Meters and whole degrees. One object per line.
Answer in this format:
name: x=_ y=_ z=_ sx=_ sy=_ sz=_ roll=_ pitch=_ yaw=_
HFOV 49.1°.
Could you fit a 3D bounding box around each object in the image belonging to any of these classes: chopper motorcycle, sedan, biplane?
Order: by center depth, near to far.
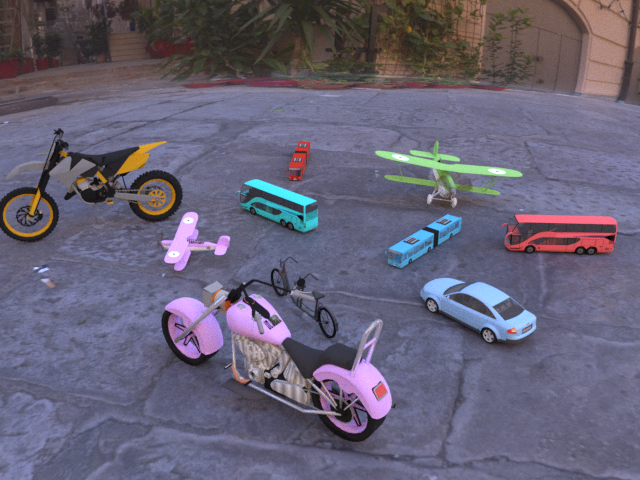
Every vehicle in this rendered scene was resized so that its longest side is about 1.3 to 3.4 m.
chopper motorcycle: x=-0.583 y=1.041 z=7.350 sx=3.040 sy=1.480 sz=0.906 roll=18 pitch=31 yaw=33
sedan: x=1.993 y=0.816 z=8.966 sx=0.635 sy=0.483 sz=1.613 roll=-20 pitch=32 yaw=-35
biplane: x=-1.892 y=0.084 z=10.461 sx=1.090 sy=0.504 sz=1.336 roll=2 pitch=26 yaw=4
biplane: x=2.245 y=-1.217 z=12.612 sx=2.598 sy=0.981 sz=2.120 roll=0 pitch=26 yaw=-1

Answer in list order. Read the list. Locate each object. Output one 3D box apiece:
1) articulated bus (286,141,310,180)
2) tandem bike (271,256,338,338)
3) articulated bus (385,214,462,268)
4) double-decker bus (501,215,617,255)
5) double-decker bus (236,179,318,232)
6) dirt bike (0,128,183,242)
articulated bus: x=-0.410 y=-1.638 z=14.283 sx=0.311 sy=0.289 sz=1.749 roll=2 pitch=26 yaw=5
tandem bike: x=-0.233 y=0.681 z=9.016 sx=0.283 sy=0.682 sz=1.642 roll=-16 pitch=30 yaw=-29
articulated bus: x=1.648 y=-0.006 z=10.896 sx=0.311 sy=0.289 sz=1.749 roll=20 pitch=32 yaw=36
double-decker bus: x=3.668 y=-0.092 z=10.782 sx=1.672 sy=0.541 sz=0.389 roll=1 pitch=26 yaw=3
double-decker bus: x=-0.730 y=-0.600 z=11.839 sx=1.672 sy=0.541 sz=0.389 roll=22 pitch=33 yaw=38
dirt bike: x=-3.650 y=-0.892 z=11.148 sx=2.903 sy=1.666 sz=1.024 roll=-11 pitch=28 yaw=-22
